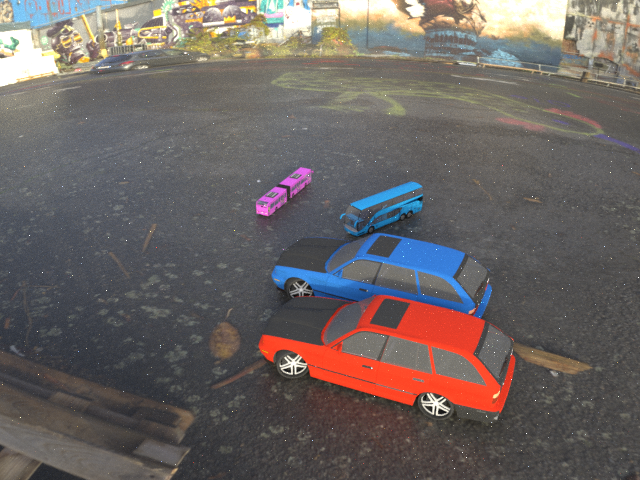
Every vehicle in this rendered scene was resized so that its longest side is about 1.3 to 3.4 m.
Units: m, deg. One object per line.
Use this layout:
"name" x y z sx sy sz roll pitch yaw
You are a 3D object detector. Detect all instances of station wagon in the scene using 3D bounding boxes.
"station wagon" 0.774 1.244 8.564 3.105 0.920 1.327 12 31 20
"station wagon" 0.832 0.459 9.980 3.105 0.920 1.327 12 31 21

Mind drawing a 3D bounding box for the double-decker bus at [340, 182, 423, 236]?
"double-decker bus" 1.104 -0.537 12.168 1.672 0.541 0.389 -21 35 -33

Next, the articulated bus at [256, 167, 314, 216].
"articulated bus" -0.647 -0.923 13.125 0.311 0.289 1.749 13 32 22
